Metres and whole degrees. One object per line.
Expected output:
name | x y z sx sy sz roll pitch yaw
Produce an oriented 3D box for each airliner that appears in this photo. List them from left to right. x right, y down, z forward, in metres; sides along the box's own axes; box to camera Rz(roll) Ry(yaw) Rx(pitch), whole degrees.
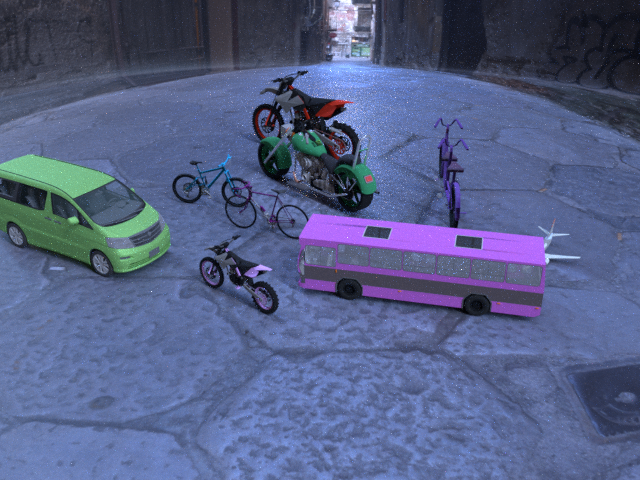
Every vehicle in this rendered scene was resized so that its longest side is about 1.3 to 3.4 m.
airliner | 3.337 0.082 10.632 1.161 0.429 1.307 18 32 31

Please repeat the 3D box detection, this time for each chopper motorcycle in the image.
chopper motorcycle | -0.136 -1.508 12.572 0.906 1.480 3.040 -22 34 -36

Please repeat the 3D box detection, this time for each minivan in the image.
minivan | -3.739 -0.440 10.808 3.011 1.197 1.324 15 31 26

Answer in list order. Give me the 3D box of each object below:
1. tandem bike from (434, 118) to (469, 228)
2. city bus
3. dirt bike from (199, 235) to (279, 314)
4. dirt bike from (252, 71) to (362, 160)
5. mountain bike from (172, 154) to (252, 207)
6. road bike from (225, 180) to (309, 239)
tandem bike | 2.267 -1.264 12.266 0.550 1.326 3.192 2 27 4
city bus | 1.362 0.355 9.596 3.255 0.894 0.926 6 28 12
dirt bike | -1.133 0.442 9.468 1.493 0.857 0.527 21 34 34
dirt bike | -0.345 -2.507 14.306 2.903 1.666 1.024 21 34 34
mountain bike | -1.908 -1.013 12.279 1.469 0.868 0.573 5 28 10
road bike | -0.871 -0.491 11.284 1.545 0.852 0.358 12 29 21
